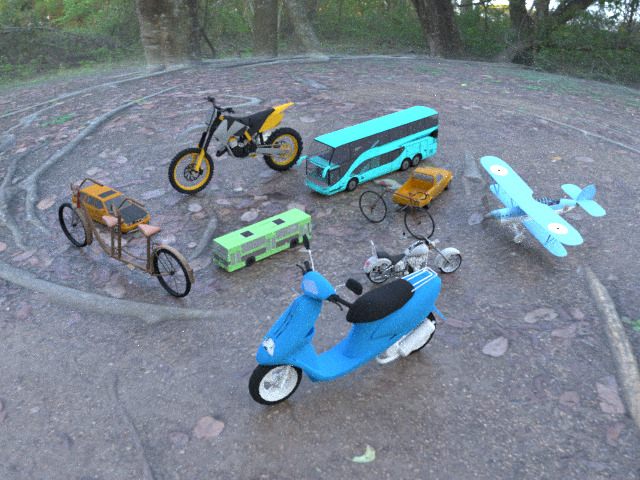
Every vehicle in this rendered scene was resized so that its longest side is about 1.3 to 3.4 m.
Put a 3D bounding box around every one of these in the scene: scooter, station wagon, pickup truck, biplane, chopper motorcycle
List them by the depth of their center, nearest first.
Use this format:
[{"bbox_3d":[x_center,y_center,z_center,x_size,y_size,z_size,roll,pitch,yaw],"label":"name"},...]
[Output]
[{"bbox_3d":[0.384,0.892,8.268,2.721,1.786,1.288,-15,33,-25],"label":"scooter"},{"bbox_3d":[1.410,0.244,10.471,1.563,0.761,0.466,-9,30,-15],"label":"chopper motorcycle"},{"bbox_3d":[3.667,-0.501,11.576,2.120,0.981,2.598,-10,31,-17],"label":"biplane"},{"bbox_3d":[-3.667,-0.587,12.248,1.597,0.473,0.682,22,36,33],"label":"station wagon"},{"bbox_3d":[1.919,-1.022,12.985,0.640,0.511,1.603,16,33,26],"label":"pickup truck"}]

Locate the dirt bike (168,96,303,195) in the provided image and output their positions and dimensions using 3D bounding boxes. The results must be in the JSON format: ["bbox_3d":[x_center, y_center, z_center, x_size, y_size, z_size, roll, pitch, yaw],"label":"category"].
[{"bbox_3d":[-1.557,-1.863,13.304,2.903,1.666,1.024,-18,34,-29],"label":"dirt bike"}]

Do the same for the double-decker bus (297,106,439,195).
[{"bbox_3d":[1.046,-1.772,13.769,3.251,1.052,0.756,-23,37,-35],"label":"double-decker bus"}]

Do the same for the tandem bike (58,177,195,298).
[{"bbox_3d":[-3.023,-0.104,10.515,3.192,1.326,0.550,21,35,33],"label":"tandem bike"}]

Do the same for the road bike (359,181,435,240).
[{"bbox_3d":[1.276,-0.536,11.771,1.545,0.852,0.358,22,36,34],"label":"road bike"}]

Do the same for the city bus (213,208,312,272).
[{"bbox_3d":[-0.896,0.003,11.209,1.674,0.460,0.476,-23,37,-35],"label":"city bus"}]
